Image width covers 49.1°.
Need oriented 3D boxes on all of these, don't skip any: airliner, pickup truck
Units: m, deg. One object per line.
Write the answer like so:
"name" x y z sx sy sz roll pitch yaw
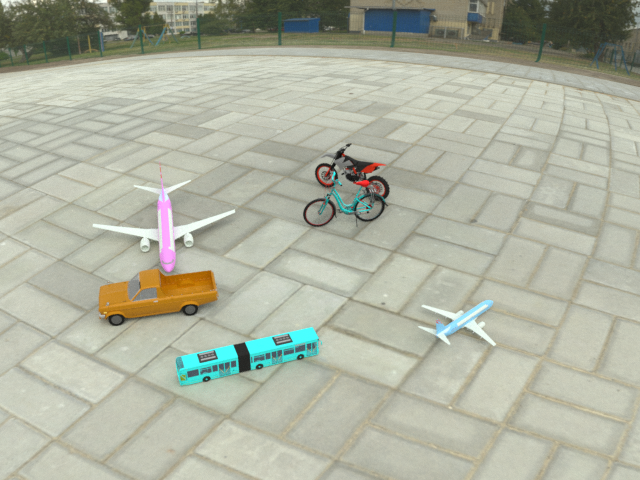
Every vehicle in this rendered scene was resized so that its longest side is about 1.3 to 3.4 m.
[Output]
"airliner" -2.438 -0.375 10.969 2.257 0.835 2.541 -6 31 -11
"pickup truck" -2.188 0.701 9.450 1.603 0.511 0.640 -7 31 -12
"airliner" 1.880 0.959 9.088 1.307 0.429 1.161 -26 39 -36

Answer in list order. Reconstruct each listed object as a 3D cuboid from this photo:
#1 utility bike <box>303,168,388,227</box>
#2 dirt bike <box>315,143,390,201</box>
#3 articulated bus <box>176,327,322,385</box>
"utility bike" 0.438 -0.640 11.314 1.435 0.946 0.535 -6 31 -11
"dirt bike" 0.555 -1.202 12.363 1.493 0.857 0.527 16 34 26
"articulated bus" -0.848 1.401 8.472 1.749 0.289 0.311 -10 32 -17
